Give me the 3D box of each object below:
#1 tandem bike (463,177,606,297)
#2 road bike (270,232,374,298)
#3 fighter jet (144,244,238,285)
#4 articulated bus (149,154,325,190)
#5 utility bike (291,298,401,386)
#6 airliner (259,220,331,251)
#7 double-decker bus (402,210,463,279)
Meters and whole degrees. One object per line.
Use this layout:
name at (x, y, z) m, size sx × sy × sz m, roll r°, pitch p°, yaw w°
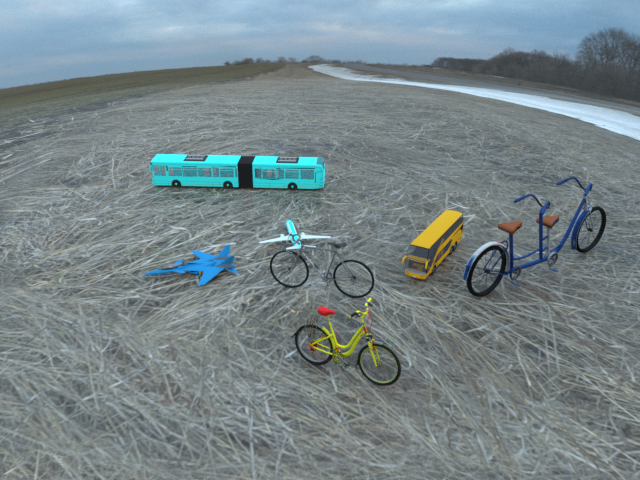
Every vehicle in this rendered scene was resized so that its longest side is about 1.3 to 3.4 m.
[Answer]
tandem bike at (3.241, -0.101, 10.211) m, size 3.192 × 1.326 × 0.550 m, roll -17°, pitch 30°, yaw -32°
road bike at (0.013, 0.364, 9.785) m, size 1.545 × 0.852 × 0.358 m, roll 8°, pitch 27°, yaw 16°
fighter jet at (-1.951, 0.353, 10.467) m, size 1.358 × 0.286 × 1.147 m, roll -7°, pitch 26°, yaw -14°
articulated bus at (-1.614, -1.340, 13.710) m, size 3.401 × 0.561 × 0.605 m, roll 2°, pitch 25°, yaw 3°
utility bike at (0.305, 1.114, 8.097) m, size 1.435 × 0.946 × 0.535 m, roll 13°, pitch 28°, yaw 26°
airliner at (-0.424, -0.152, 11.363) m, size 1.161 × 0.429 × 1.307 m, roll -5°, pitch 26°, yaw -9°
double-decker bus at (1.771, 0.068, 10.770) m, size 0.389 × 0.541 × 1.672 m, roll 14°, pitch 29°, yaw 27°
